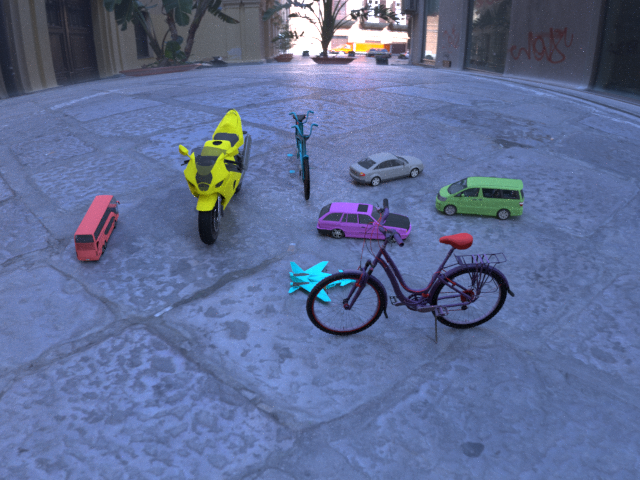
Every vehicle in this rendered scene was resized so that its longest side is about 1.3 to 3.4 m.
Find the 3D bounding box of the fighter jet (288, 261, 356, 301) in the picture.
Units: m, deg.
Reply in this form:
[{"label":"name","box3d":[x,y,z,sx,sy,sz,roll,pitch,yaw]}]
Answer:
[{"label":"fighter jet","box3d":[0.205,0.544,10.500,1.358,0.286,1.147,-1,28,-1]}]

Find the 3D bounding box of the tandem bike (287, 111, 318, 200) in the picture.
[{"label":"tandem bike","box3d":[-0.356,-1.937,14.031,0.550,1.326,3.192,-2,28,-5]}]

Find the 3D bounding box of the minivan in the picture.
[{"label":"minivan","box3d":[2.886,-0.796,12.652,1.548,0.616,0.681,5,29,10]}]

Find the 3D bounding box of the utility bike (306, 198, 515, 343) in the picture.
[{"label":"utility bike","box3d":[1.218,0.502,8.935,2.791,1.839,1.039,-3,28,-5]}]

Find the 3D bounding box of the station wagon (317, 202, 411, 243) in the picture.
[{"label":"station wagon","box3d":[0.760,-0.334,11.942,1.597,0.473,0.682,4,28,8]}]

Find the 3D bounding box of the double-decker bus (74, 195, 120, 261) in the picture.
[{"label":"double-decker bus","box3d":[-3.709,-0.243,11.699,0.389,0.541,1.672,-1,28,-2]}]

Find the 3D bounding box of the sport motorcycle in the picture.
[{"label":"sport motorcycle","box3d":[-1.754,-1.175,12.322,0.983,1.596,2.955,2,28,4]}]

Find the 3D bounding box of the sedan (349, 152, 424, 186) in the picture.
[{"label":"sedan","box3d":[1.358,-1.491,14.091,1.613,0.483,0.635,-14,31,-24]}]
